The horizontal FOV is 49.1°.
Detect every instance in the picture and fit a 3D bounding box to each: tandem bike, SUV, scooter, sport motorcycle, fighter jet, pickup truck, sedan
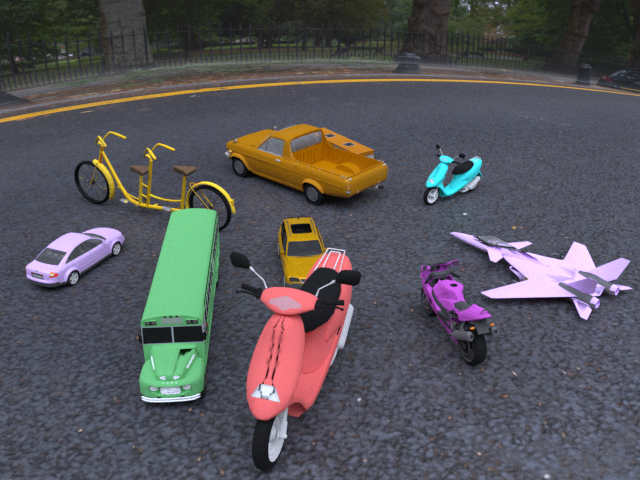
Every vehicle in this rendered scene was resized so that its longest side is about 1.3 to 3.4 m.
[{"bbox_3d":[-2.733,-0.959,11.165,3.192,1.326,0.550,12,30,23],"label":"tandem bike"},{"bbox_3d":[-0.241,0.166,9.786,0.656,0.580,1.572,-4,27,-7],"label":"SUV"},{"bbox_3d":[2.304,-1.157,11.998,1.399,0.919,0.662,-19,33,-32],"label":"scooter"},{"bbox_3d":[1.567,0.810,8.265,0.506,0.821,1.520,-9,28,-16],"label":"sport motorcycle"},{"bbox_3d":[2.859,0.193,9.759,2.229,0.557,2.640,-21,34,-35],"label":"fighter jet"},{"bbox_3d":[-0.308,-1.472,12.532,3.117,0.993,1.244,23,35,37],"label":"pickup truck"},{"bbox_3d":[-0.153,0.854,7.120,1.288,1.786,2.721,8,28,15],"label":"scooter"},{"bbox_3d":[-3.432,0.155,9.915,0.635,0.483,1.613,11,29,21],"label":"sedan"}]

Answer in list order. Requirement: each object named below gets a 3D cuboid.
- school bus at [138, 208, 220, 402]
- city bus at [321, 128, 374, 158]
[{"bbox_3d":[-1.647,0.668,8.517,0.709,0.844,3.322,-2,27,-4],"label":"school bus"},{"bbox_3d":[0.375,-1.723,13.607,0.476,0.460,1.674,-17,32,-30],"label":"city bus"}]
